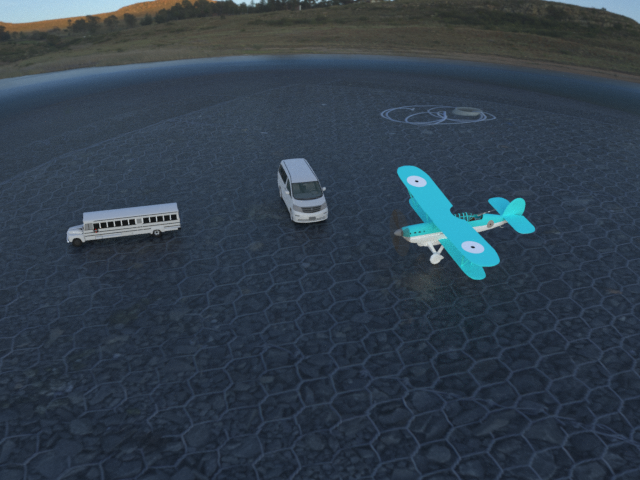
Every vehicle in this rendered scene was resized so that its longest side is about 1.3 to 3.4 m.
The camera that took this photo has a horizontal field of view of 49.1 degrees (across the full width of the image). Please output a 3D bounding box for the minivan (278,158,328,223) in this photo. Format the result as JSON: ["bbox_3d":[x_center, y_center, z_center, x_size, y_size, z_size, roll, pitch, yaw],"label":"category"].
[{"bbox_3d":[-0.305,-0.835,11.748,0.681,0.616,1.548,-6,28,-12],"label":"minivan"}]

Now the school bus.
[{"bbox_3d":[-3.036,-0.250,10.824,1.708,0.434,0.365,-7,28,-14],"label":"school bus"}]

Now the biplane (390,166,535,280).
[{"bbox_3d":[2.058,-0.206,10.147,2.120,0.981,2.598,-9,29,-17],"label":"biplane"}]
